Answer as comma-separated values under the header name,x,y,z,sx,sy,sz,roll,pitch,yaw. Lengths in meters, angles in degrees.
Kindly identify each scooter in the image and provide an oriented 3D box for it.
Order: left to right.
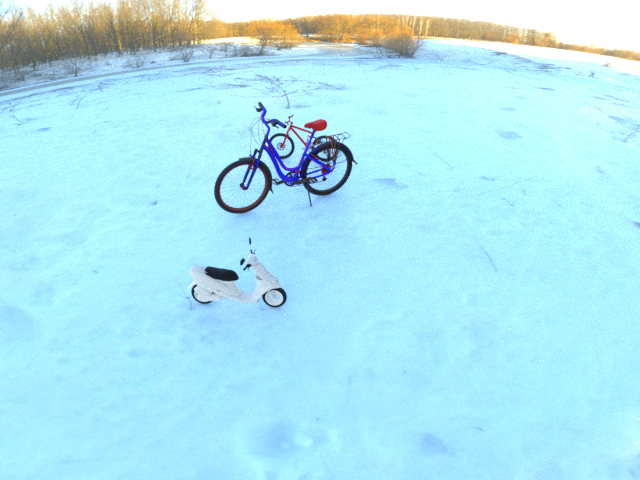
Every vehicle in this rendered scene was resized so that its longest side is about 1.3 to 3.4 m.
name,x,y,z,sx,sy,sz,roll,pitch,yaw
scooter,-1.156,0.510,9.607,1.399,0.919,0.662,2,29,4

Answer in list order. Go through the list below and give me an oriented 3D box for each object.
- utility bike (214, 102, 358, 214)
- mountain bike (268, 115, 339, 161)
name,x,y,z,sx,sy,sz,roll,pitch,yaw
utility bike,-0.501,-1.407,12.122,2.791,1.839,1.039,-14,32,-24
mountain bike,-0.345,-2.034,14.258,1.469,0.868,0.573,4,29,7
